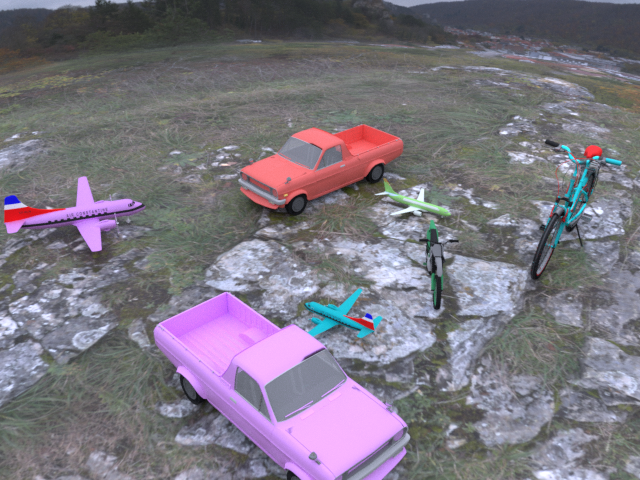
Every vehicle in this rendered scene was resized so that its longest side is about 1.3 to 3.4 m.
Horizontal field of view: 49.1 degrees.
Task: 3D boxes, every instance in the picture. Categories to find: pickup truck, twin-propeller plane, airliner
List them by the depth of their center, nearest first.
[{"bbox_3d":[-0.519,1.477,7.479,1.244,0.993,3.117,-25,38,-36],"label":"pickup truck"},{"bbox_3d":[0.234,0.950,8.959,1.095,0.407,1.370,20,36,30],"label":"twin-propeller plane"},{"bbox_3d":[-3.843,-0.484,11.029,2.129,0.792,2.663,-11,32,-18],"label":"twin-propeller plane"},{"bbox_3d":[1.607,-0.698,11.753,1.307,0.429,1.161,19,35,28],"label":"airliner"},{"bbox_3d":[0.074,-1.428,12.444,3.117,0.993,1.244,-24,38,-35],"label":"pickup truck"}]

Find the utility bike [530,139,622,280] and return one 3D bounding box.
[{"bbox_3d":[3.760,-0.606,10.201,1.039,1.839,2.791,18,35,28],"label":"utility bike"}]

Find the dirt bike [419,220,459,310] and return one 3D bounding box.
[{"bbox_3d":[1.590,0.276,9.666,0.527,0.857,1.493,1,30,2],"label":"dirt bike"}]
